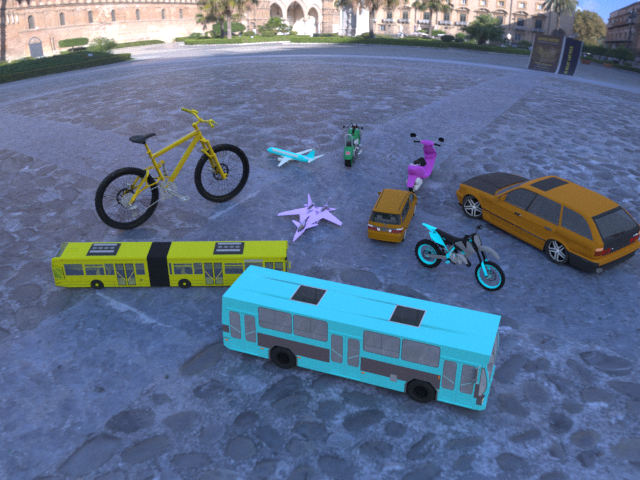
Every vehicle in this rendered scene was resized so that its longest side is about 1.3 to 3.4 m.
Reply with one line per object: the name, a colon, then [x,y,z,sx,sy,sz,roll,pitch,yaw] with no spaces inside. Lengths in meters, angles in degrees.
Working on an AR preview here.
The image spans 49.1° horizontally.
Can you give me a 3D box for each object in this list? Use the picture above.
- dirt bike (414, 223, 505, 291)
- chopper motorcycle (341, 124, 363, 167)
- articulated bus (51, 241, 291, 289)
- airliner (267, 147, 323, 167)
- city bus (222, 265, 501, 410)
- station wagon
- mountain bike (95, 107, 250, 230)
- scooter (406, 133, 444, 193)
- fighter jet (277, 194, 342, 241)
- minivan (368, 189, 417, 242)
dirt bike: [2.038,0.192,10.211,1.493,0.857,0.527,22,36,34]
chopper motorcycle: [0.682,-2.051,14.336,0.466,0.761,1.563,5,30,9]
articulated bus: [-2.123,0.352,10.226,3.401,0.561,0.605,-1,29,-1]
airliner: [-0.588,-1.807,14.238,1.307,0.429,1.161,20,35,32]
city bus: [0.449,1.157,8.438,3.255,0.894,0.926,10,31,18]
station wagon: [3.627,-0.534,11.449,1.327,0.920,3.105,-18,34,-29]
mountain bike: [-2.450,-1.192,11.841,2.857,1.688,1.114,-19,34,-31]
scooter: [1.929,-1.479,13.146,0.662,0.919,1.399,13,32,22]
fighter jet: [-0.213,-0.367,11.800,1.147,0.286,1.358,9,30,16]
minivan: [1.236,-0.512,11.723,0.681,0.616,1.548,8,30,14]
